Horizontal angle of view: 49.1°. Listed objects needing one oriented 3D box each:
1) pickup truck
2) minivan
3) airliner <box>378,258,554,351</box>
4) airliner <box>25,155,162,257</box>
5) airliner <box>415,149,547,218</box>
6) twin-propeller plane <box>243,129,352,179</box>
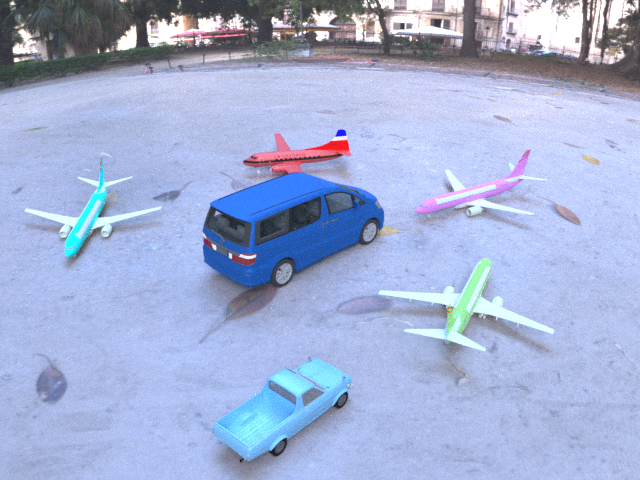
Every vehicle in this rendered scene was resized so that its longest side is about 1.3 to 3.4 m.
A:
[{"bbox_3d":[-0.360,1.714,7.368,0.640,0.511,1.603,23,35,37],"label":"pickup truck"},{"bbox_3d":[-0.300,-0.329,10.552,3.011,1.197,1.324,-25,36,-39],"label":"minivan"},{"bbox_3d":[1.943,0.625,9.110,2.257,0.835,2.541,12,30,21],"label":"airliner"},{"bbox_3d":[-3.781,-0.555,11.379,2.257,0.835,2.541,-1,28,-2],"label":"airliner"},{"bbox_3d":[2.706,-0.976,12.186,2.541,0.835,2.257,-15,31,-26],"label":"airliner"},{"bbox_3d":[-0.453,-1.721,13.666,2.129,0.792,2.663,-6,28,-10],"label":"twin-propeller plane"}]
